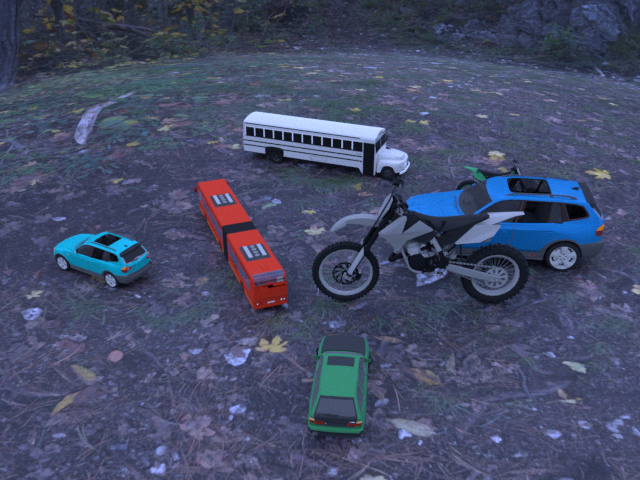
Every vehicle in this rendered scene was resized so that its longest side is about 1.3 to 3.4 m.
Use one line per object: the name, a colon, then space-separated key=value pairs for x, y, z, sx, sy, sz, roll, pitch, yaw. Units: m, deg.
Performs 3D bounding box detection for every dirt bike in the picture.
dirt bike: x=1.341 y=0.119 z=9.204 sx=2.903 sy=1.666 sz=1.024 roll=0 pitch=29 yaw=1
dirt bike: x=3.084 y=-0.914 z=11.935 sx=1.493 sy=0.857 sz=0.527 roll=10 pitch=30 yaw=17

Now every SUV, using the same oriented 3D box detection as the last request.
SUV: x=-3.189 y=0.190 z=10.206 sx=1.572 sy=0.580 sz=0.656 roll=15 pitch=32 yaw=26
SUV: x=2.725 y=-0.356 z=10.633 sx=3.058 sy=1.128 sz=1.276 roll=3 pitch=29 yaw=6

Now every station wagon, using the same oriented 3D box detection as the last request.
station wagon: x=0.235 y=1.524 z=7.880 sx=0.682 sy=0.473 sz=1.597 roll=3 pitch=29 yaw=5

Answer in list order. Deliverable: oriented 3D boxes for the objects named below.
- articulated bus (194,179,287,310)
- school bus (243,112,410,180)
articulated bus: x=-1.259 y=-0.052 z=10.667 sx=0.605 sy=0.561 sz=3.401 roll=-10 pitch=30 yaw=-18
school bus: x=0.113 y=-1.874 z=13.701 sx=3.322 sy=0.844 sz=0.709 roll=11 pitch=30 yaw=19
